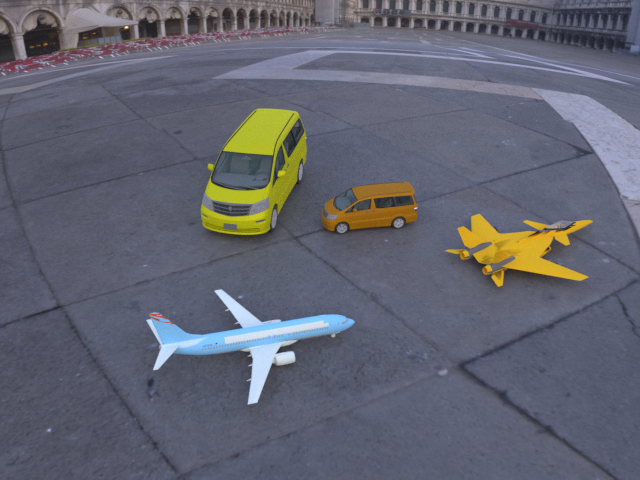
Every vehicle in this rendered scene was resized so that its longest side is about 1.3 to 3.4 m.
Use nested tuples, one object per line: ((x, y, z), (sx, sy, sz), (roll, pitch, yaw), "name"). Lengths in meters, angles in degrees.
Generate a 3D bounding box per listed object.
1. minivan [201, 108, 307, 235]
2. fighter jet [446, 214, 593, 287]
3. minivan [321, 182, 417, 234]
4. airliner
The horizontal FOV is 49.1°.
((-1.072, -1.217, 11.950), (1.324, 1.197, 3.011), (6, 31, 10), "minivan")
((3.304, -0.103, 10.682), (2.640, 0.557, 2.229), (-17, 35, -27), "fighter jet")
((0.793, -0.545, 11.377), (1.548, 0.616, 0.681), (-5, 31, -9), "minivan")
((-0.777, 1.022, 8.489), (2.541, 0.835, 2.257), (-9, 31, -14), "airliner")
